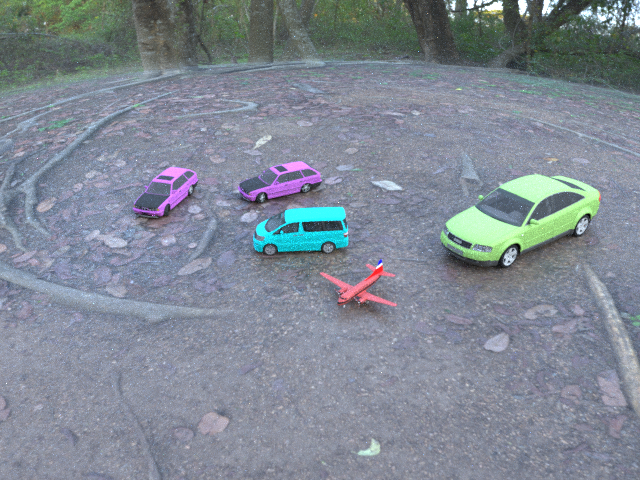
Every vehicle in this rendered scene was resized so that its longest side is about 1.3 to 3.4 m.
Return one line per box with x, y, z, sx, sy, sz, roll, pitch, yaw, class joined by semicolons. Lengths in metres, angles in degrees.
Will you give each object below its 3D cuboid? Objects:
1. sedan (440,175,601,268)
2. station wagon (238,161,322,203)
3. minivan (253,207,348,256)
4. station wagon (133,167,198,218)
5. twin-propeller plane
3.357;-0.450;11.582;3.137;0.940;1.235;-19;34;-31;sedan
-0.773;-1.137;13.338;1.597;0.473;0.682;-15;32;-26;station wagon
-0.317;-0.167;11.400;1.548;0.616;0.681;-2;29;-3;minivan
-2.851;-0.922;12.941;0.682;0.473;1.597;8;30;15;station wagon
0.597;0.638;10.133;1.370;0.407;1.095;22;35;34;twin-propeller plane
